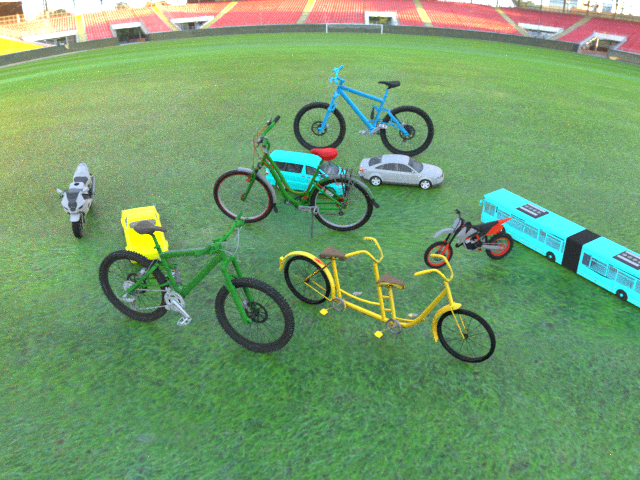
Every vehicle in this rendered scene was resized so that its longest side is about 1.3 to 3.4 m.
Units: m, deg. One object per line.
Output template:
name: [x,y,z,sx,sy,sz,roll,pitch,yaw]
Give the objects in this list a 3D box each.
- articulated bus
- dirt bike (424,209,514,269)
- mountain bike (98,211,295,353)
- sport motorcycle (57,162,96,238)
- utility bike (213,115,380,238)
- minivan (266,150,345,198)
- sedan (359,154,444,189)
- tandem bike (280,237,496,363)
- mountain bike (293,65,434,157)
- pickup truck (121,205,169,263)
articulated bus: [3.862,0.088,10.760,0.605,0.561,3.401,-19,36,-29]
dirt bike: [2.289,-0.002,10.621,1.493,0.857,0.527,-8,31,-13]
mountain bike: [-1.652,0.529,8.901,2.857,1.688,1.114,11,32,18]
sport motorcycle: [-4.048,-0.683,11.813,0.506,0.821,1.520,-5,31,-8]
utility bike: [-0.425,-0.933,11.235,2.791,1.839,1.039,5,31,8]
minivan: [-0.216,-1.246,12.971,1.548,0.616,0.681,9,32,15]
sedan: [1.538,-1.329,13.244,1.613,0.483,0.635,5,31,8]
tandem bike: [0.782,0.629,9.088,3.192,1.326,0.550,18,35,27]
mountain bike: [0.870,-2.499,14.042,2.857,1.688,1.114,3,31,6]
pickup truck: [-2.819,-0.136,11.191,0.640,0.511,1.603,-10,32,-16]
